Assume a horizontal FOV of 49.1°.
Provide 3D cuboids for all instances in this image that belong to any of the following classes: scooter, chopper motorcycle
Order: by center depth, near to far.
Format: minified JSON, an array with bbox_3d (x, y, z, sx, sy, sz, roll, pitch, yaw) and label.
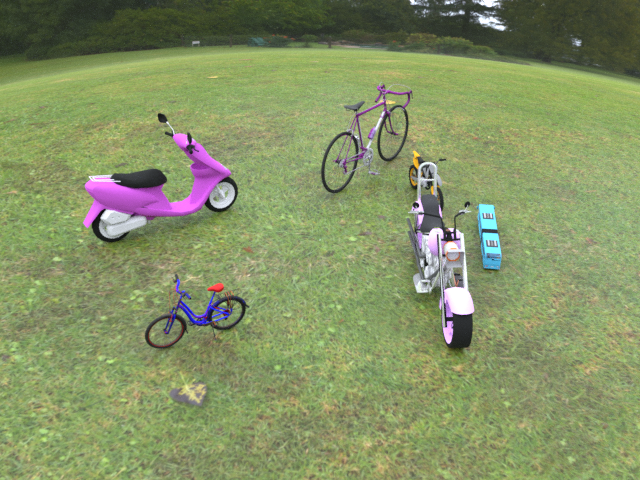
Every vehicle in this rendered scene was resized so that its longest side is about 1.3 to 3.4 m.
[{"bbox_3d":[1.702,0.131,9.846,0.906,1.480,3.040,-1,30,-2],"label":"chopper motorcycle"},{"bbox_3d":[-2.602,-1.014,11.538,2.721,1.786,1.288,-18,34,-29],"label":"scooter"}]

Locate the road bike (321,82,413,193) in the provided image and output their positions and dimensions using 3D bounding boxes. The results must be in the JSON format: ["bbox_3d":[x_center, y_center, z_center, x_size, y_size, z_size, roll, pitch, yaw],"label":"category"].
[{"bbox_3d":[0.930,-2.004,13.399,0.696,1.656,3.004,20,36,31],"label":"road bike"}]

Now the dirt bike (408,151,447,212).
[{"bbox_3d":[1.930,-1.114,12.648,0.527,0.857,1.493,-8,31,-13],"label":"dirt bike"}]

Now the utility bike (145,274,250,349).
[{"bbox_3d":[-1.557,0.917,9.011,1.435,0.946,0.535,-15,33,-24],"label":"utility bike"}]

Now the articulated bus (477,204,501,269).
[{"bbox_3d":[2.752,-0.080,11.413,0.311,0.289,1.749,4,30,7],"label":"articulated bus"}]
